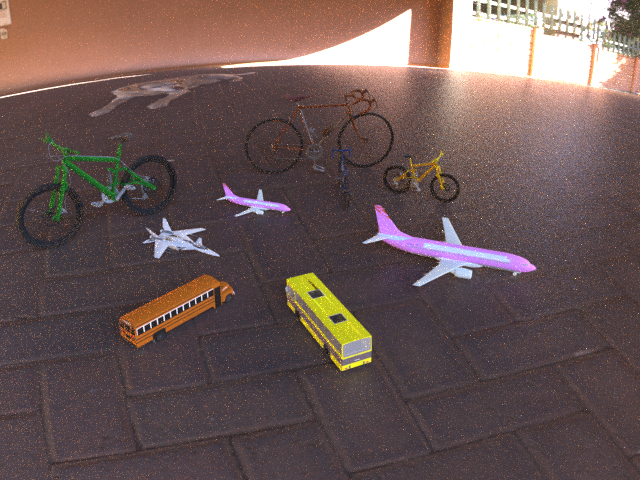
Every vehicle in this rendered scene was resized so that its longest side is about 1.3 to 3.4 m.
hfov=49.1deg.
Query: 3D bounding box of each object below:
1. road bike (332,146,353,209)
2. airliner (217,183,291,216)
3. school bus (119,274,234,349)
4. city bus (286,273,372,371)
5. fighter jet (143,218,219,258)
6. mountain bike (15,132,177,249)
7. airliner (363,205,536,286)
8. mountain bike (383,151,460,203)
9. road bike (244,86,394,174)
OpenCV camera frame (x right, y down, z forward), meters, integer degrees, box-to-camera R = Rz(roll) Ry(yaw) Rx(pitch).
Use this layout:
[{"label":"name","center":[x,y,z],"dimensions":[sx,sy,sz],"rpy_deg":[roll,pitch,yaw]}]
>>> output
[{"label":"road bike","center":[0.432,-1.184,12.829],"dimensions":[0.358,0.852,1.545],"rpy_deg":[-2,28,-4]},{"label":"airliner","center":[-1.142,-0.735,12.440],"dimensions":[1.307,0.429,1.161],"rpy_deg":[9,29,15]},{"label":"school bus","center":[-1.871,0.898,9.407],"dimensions":[0.365,0.434,1.708],"rpy_deg":[23,36,35]},{"label":"city bus","center":[0.082,1.045,9.108],"dimensions":[0.476,0.460,1.674],"rpy_deg":[-13,31,-23]},{"label":"fighter jet","center":[-2.149,0.008,11.214],"dimensions":[1.358,0.286,1.147],"rpy_deg":[16,32,27]},{"label":"mountain bike","center":[-3.617,-0.928,11.473],"dimensions":[2.857,1.688,1.114],"rpy_deg":[-24,36,-37]},{"label":"airliner","center":[1.995,0.017,10.619],"dimensions":[2.541,0.835,2.257],"rpy_deg":[9,30,17]},{"label":"mountain bike","center":[1.851,-1.169,12.785],"dimensions":[1.469,0.868,0.573],"rpy_deg":[13,31,22]},{"label":"road bike","center":[0.008,-2.130,13.737],"dimensions":[3.004,1.656,0.697],"rpy_deg":[-5,29,-9]}]
